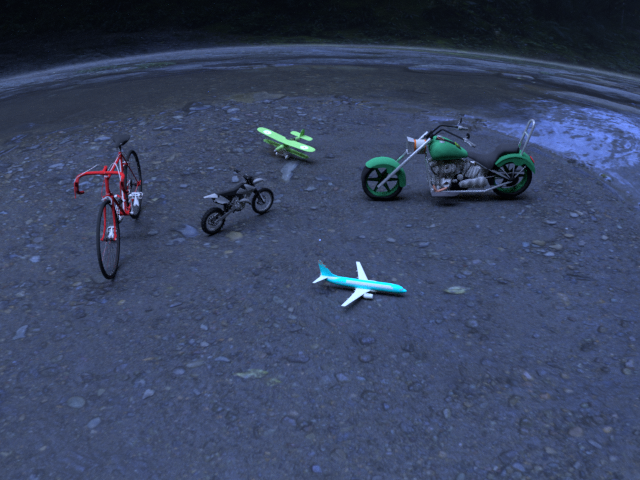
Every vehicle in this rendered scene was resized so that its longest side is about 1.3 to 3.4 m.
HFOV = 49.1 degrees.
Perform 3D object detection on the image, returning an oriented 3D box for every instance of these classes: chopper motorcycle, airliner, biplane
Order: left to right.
[{"bbox_3d":[-0.594,-1.947,14.134,1.336,0.504,1.090,17,34,27],"label":"biplane"},{"bbox_3d":[0.584,0.546,9.914,1.307,0.429,1.161,6,31,11],"label":"airliner"},{"bbox_3d":[2.250,-1.391,12.204,3.040,1.480,0.906,0,30,0],"label":"chopper motorcycle"}]

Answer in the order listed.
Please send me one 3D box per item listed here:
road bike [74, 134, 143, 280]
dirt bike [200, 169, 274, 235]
[{"bbox_3d":[-3.094,-0.683,10.809,0.696,1.656,3.004,-1,30,-2],"label":"road bike"},{"bbox_3d":[-1.358,-0.658,11.561,1.493,0.857,0.527,-25,38,-36],"label":"dirt bike"}]
